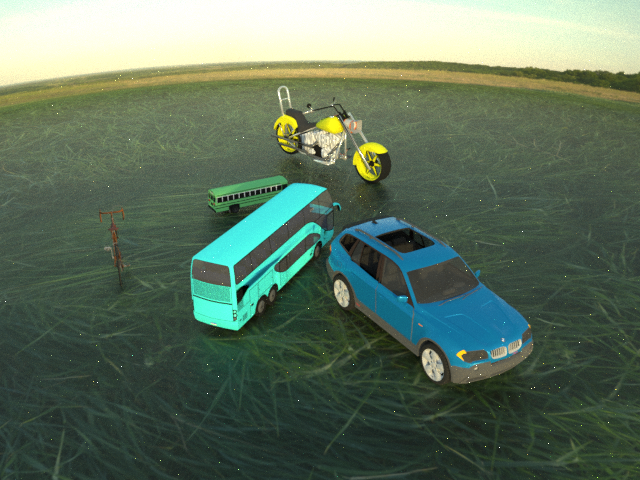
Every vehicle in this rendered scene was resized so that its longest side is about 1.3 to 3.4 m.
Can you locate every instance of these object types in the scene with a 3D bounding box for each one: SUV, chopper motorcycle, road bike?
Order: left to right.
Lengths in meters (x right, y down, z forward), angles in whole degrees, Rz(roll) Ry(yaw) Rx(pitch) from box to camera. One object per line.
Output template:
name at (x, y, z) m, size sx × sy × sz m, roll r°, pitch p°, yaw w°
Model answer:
road bike at (-2.996, 0.050, 10.254) m, size 0.358 × 0.852 × 1.545 m, roll -8°, pitch 27°, yaw -16°
chopper motorcycle at (0.185, -2.158, 14.154) m, size 3.040 × 1.480 × 0.906 m, roll 22°, pitch 33°, yaw 38°
SUV at (1.259, 0.614, 8.752) m, size 1.276 × 1.128 × 3.058 m, roll -15°, pitch 29°, yaw -28°

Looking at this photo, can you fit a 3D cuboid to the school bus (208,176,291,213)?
school bus at (-1.159, -0.833, 12.591) m, size 1.708 × 0.434 × 0.365 m, roll -14°, pitch 29°, yaw -27°

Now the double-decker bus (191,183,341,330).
double-decker bus at (-0.674, 0.096, 9.926) m, size 0.756 × 1.052 × 3.251 m, roll 11°, pitch 28°, yaw 22°
